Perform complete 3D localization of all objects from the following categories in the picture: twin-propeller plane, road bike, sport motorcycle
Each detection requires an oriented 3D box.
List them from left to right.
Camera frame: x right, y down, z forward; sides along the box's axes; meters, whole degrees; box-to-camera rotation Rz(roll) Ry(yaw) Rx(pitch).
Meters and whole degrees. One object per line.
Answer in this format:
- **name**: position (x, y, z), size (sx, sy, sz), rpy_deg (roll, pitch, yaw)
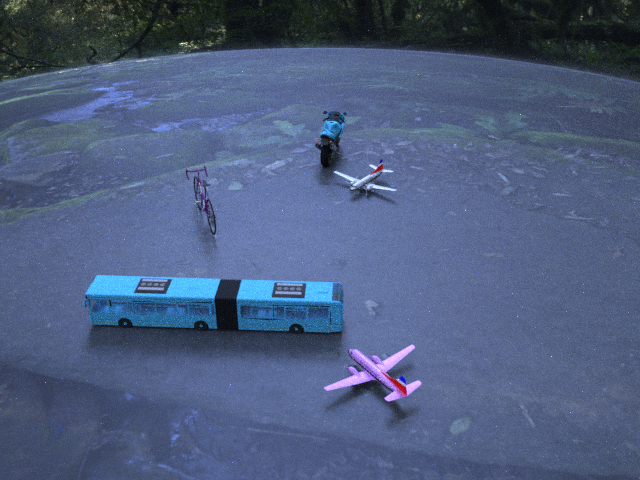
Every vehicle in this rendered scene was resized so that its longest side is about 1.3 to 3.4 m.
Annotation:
- **road bike**: position (-1.949, -0.708, 11.731), size (0.358, 0.852, 1.545), rpy_deg (-11, 32, -18)
- **sport motorcycle**: position (0.226, -2.079, 14.142), size (0.506, 0.821, 1.520), rpy_deg (6, 31, 10)
- **twin-propeller plane**: position (0.877, -1.158, 12.958), size (1.370, 0.407, 1.095), rpy_deg (21, 36, 31)
- **twin-propeller plane**: position (0.670, 1.530, 8.294), size (1.370, 0.407, 1.095), rpy_deg (-20, 35, -30)

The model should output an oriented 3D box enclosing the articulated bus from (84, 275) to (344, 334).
- **articulated bus**: position (-1.393, 0.848, 9.322), size (3.401, 0.561, 0.605), rpy_deg (2, 30, 3)
